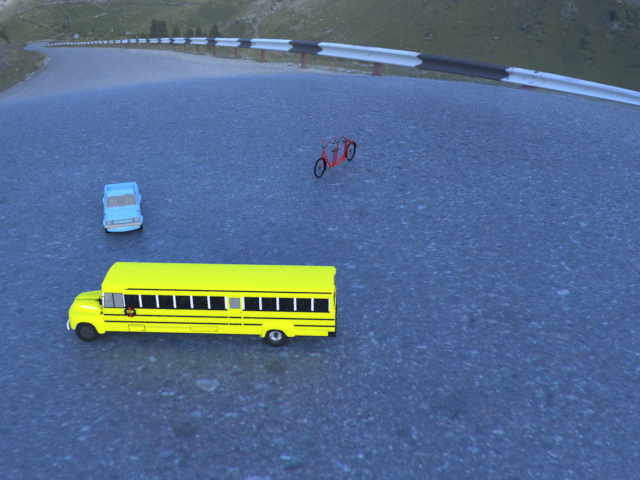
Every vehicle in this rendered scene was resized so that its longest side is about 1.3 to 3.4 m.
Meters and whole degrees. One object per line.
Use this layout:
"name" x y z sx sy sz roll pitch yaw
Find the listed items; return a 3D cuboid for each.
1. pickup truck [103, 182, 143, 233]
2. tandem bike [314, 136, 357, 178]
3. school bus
"pickup truck" -3.358 -0.622 11.867 0.640 0.511 1.603 -7 27 -14
"tandem bike" 0.327 -1.752 14.017 0.283 0.682 1.642 15 30 28
"school bus" -1.450 0.759 8.617 3.322 0.844 0.709 1 26 2
